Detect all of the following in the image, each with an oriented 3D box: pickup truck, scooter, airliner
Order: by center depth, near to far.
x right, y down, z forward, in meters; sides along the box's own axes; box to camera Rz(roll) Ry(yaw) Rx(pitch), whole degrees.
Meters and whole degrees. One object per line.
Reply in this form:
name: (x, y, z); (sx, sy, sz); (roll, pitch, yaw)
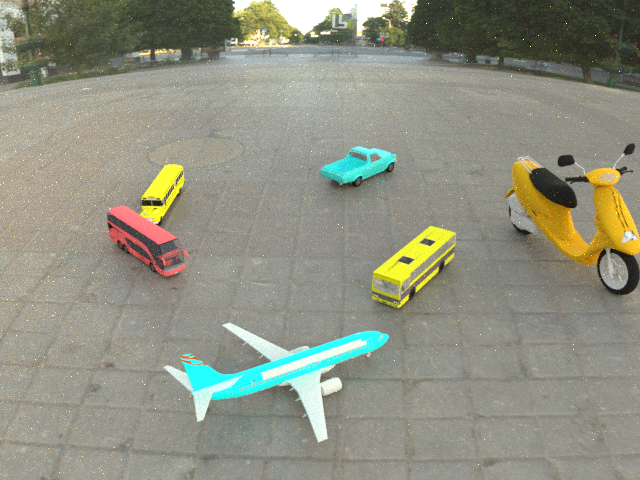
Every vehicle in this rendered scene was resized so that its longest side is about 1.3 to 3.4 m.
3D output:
airliner: (-0.296, 1.209, 7.492); (2.541, 0.835, 2.257); (-15, 31, -27)
scooter: (3.530, -0.527, 9.834); (1.288, 1.786, 2.721); (-11, 29, -21)
pickup truck: (0.737, -1.414, 12.960); (0.640, 0.511, 1.603); (23, 35, 37)

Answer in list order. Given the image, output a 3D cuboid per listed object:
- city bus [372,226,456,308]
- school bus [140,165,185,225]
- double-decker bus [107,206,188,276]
city bus: (1.307, 0.355, 9.568); (0.476, 0.460, 1.674); (17, 32, 30)
school bus: (-2.660, -0.767, 11.784); (0.365, 0.434, 1.708); (2, 27, 3)
double-decker bus: (-2.531, 0.015, 10.143); (0.389, 0.541, 1.672); (-23, 35, -37)
